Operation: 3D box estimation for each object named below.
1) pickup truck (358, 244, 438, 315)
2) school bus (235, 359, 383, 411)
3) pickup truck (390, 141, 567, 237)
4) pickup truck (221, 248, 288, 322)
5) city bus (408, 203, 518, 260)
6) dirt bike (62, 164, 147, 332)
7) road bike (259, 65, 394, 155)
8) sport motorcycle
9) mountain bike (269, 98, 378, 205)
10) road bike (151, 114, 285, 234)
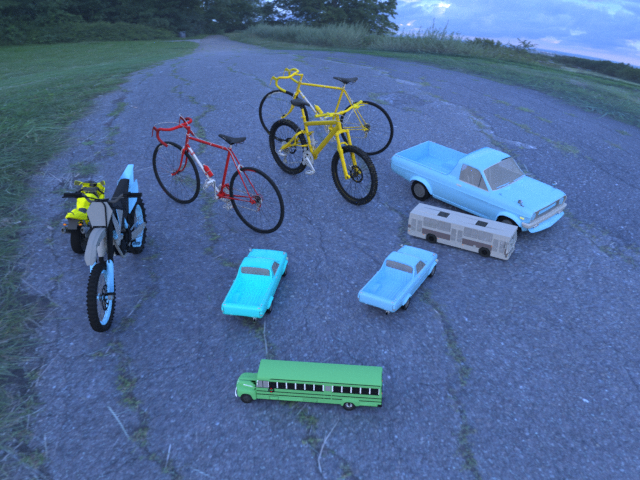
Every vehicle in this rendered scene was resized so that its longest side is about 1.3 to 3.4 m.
[{"bbox_3d":[1.145,0.501,10.025,0.640,0.511,1.603,16,34,26],"label":"pickup truck"},{"bbox_3d":[-0.131,1.659,8.087,1.708,0.434,0.365,3,30,5],"label":"school bus"},{"bbox_3d":[2.712,-1.066,12.267,1.244,0.993,3.117,-24,38,-36],"label":"pickup truck"},{"bbox_3d":[-0.897,0.559,9.923,0.640,0.511,1.603,5,30,9],"label":"pickup truck"},{"bbox_3d":[2.257,-0.129,11.171,1.674,0.460,0.476,16,33,25],"label":"city bus"},{"bbox_3d":[-2.852,-0.062,9.843,1.024,1.666,2.903,0,30,-1],"label":"dirt bike"},{"bbox_3d":[0.080,-2.645,14.348,3.004,1.656,0.697,12,32,19],"label":"road bike"},{"bbox_3d":[-3.767,-0.416,11.308,0.506,0.821,1.520,0,30,0],"label":"sport motorcycle"},{"bbox_3d":[-0.009,-1.715,12.697,1.114,1.688,2.857,-25,38,-36],"label":"mountain bike"},{"bbox_3d":[-1.782,-1.121,11.696,3.004,1.656,0.697,20,35,31],"label":"road bike"}]
